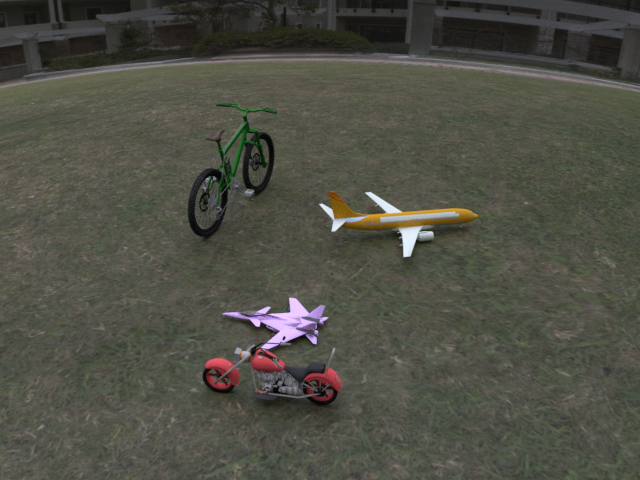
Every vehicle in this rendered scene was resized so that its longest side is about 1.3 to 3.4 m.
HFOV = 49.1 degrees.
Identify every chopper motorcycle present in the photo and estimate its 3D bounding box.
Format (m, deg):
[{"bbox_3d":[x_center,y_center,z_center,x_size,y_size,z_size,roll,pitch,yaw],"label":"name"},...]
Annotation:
[{"bbox_3d":[-0.538,1.416,7.651,1.563,0.761,0.466,6,29,10],"label":"chopper motorcycle"}]

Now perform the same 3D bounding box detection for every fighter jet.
[{"bbox_3d":[-0.620,0.974,8.957,1.358,0.286,1.147,7,29,13],"label":"fighter jet"}]

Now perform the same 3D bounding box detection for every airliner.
[{"bbox_3d":[1.324,-0.477,11.046,2.541,0.835,2.257,-5,29,-10],"label":"airliner"}]

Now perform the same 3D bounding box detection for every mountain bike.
[{"bbox_3d":[-1.409,-1.240,11.554,1.114,1.688,2.857,11,30,19],"label":"mountain bike"}]
